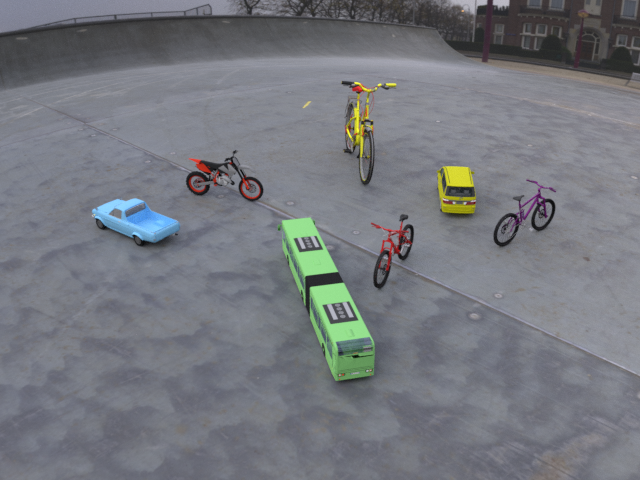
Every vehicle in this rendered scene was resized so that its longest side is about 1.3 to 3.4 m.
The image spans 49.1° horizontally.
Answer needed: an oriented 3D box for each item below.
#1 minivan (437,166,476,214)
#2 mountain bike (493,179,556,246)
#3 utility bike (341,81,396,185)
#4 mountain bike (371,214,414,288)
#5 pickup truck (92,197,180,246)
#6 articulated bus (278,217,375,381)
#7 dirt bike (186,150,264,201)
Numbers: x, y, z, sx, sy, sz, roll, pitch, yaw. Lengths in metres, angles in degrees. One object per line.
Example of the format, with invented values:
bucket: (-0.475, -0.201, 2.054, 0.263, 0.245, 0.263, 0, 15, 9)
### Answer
minivan: (2.440, -0.988, 12.541, 0.681, 0.616, 1.548, 3, 29, 5)
mountain bike: (3.320, -0.425, 11.235, 1.469, 0.868, 0.573, -19, 34, -31)
utility bike: (0.864, -2.319, 13.715, 1.039, 1.839, 2.791, -4, 29, -7)
mountain bike: (1.102, 0.088, 10.287, 0.573, 0.868, 1.469, 14, 31, 24)
pickup truck: (-3.037, -0.354, 11.480, 1.603, 0.511, 0.640, 20, 34, 32)
articulated bus: (0.020, 0.654, 9.564, 0.605, 0.561, 3.401, -6, 29, -12)
dirt bike: (-1.731, -1.148, 12.584, 1.493, 0.857, 0.527, 7, 29, 13)
